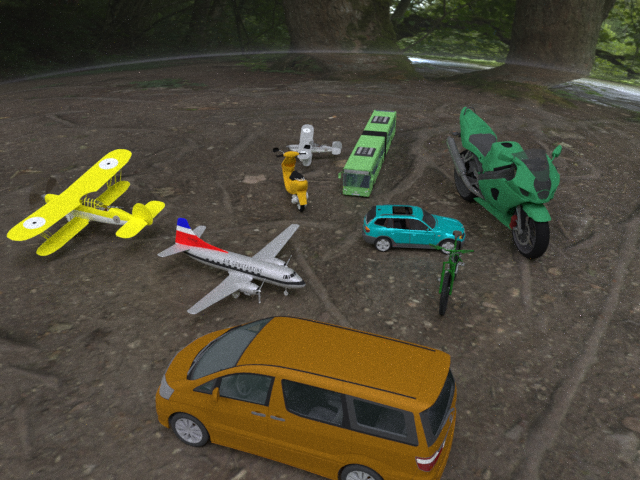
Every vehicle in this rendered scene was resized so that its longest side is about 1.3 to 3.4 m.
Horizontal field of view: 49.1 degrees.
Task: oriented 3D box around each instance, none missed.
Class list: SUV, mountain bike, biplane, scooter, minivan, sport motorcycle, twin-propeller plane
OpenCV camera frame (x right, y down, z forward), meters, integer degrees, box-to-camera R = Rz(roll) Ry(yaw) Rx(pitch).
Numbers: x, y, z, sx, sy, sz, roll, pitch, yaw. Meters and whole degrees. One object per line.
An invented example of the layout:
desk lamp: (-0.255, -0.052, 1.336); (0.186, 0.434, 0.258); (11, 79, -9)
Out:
SUV: (1.424, -0.197, 10.640); (1.572, 0.580, 0.656); (2, 29, 4)
mountain bike: (1.752, 0.351, 9.333); (0.573, 0.868, 1.469); (9, 30, 16)
biplane: (-0.116, -1.781, 13.624); (1.090, 0.504, 1.336); (1, 29, 3)
scooter: (-0.441, -1.116, 11.971); (0.662, 0.919, 1.399); (-7, 29, -13)
minivan: (-0.194, 1.484, 6.913); (3.011, 1.197, 1.324); (11, 30, 19)
biplane: (-3.444, -0.435, 10.658); (2.120, 0.981, 2.598); (12, 31, 21)
sport motorcycle: (2.824, -0.961, 10.979); (0.983, 1.596, 2.955); (-7, 29, -12)
twin-propeller plane: (-1.137, 0.238, 9.622); (2.129, 0.792, 2.663); (14, 32, 24)

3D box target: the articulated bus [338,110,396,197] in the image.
articulated bus: (0.999, -1.750, 13.508); (0.605, 0.561, 3.401); (6, 29, 12)
